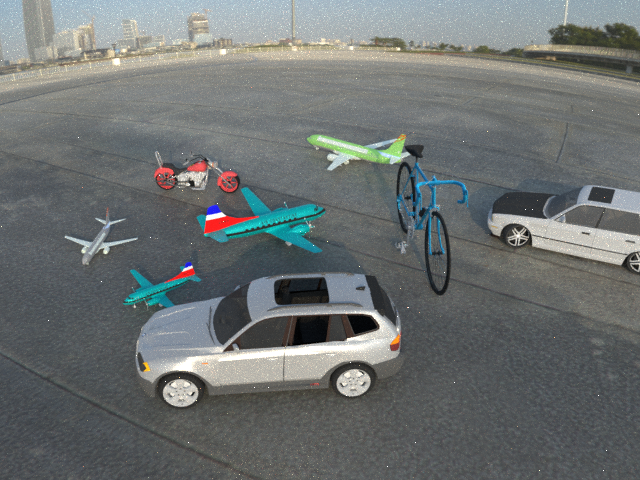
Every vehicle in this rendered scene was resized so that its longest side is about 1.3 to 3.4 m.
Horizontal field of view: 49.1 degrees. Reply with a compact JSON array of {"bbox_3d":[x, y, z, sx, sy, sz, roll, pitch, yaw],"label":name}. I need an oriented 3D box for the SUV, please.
[{"bbox_3d":[-0.567,1.048,7.998,3.058,1.128,1.276,-2,28,-5],"label":"SUV"}]

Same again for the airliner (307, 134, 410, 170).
[{"bbox_3d":[0.687,-1.972,14.029,2.541,0.835,2.257,22,35,35],"label":"airliner"}]

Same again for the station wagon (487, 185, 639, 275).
[{"bbox_3d":[4.178,-0.302,10.775,3.105,0.920,1.327,13,31,23],"label":"station wagon"}]

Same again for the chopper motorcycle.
[{"bbox_3d":[-2.245,-1.234,12.711,1.563,0.761,0.466,2,28,3],"label":"chopper motorcycle"}]

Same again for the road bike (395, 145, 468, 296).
[{"bbox_3d":[1.489,-0.465,10.297,0.696,1.656,3.004,-3,28,-6],"label":"road bike"}]

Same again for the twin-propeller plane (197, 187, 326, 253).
[{"bbox_3d":[-0.830,-0.371,11.044,2.129,0.792,2.663,-15,31,-26],"label":"twin-propeller plane"}]

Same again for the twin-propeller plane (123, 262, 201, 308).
[{"bbox_3d":[-2.192,0.623,9.575,1.095,0.407,1.370,-20,34,-33],"label":"twin-propeller plane"}]

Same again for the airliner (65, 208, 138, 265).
[{"bbox_3d":[-3.449,-0.055,10.834,1.161,0.429,1.307,2,28,3],"label":"airliner"}]
